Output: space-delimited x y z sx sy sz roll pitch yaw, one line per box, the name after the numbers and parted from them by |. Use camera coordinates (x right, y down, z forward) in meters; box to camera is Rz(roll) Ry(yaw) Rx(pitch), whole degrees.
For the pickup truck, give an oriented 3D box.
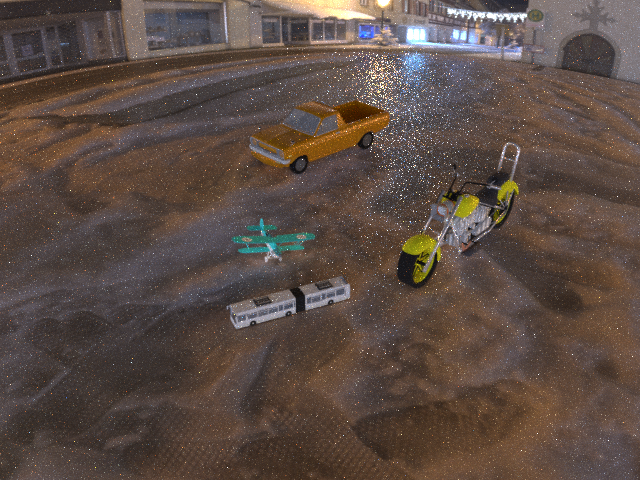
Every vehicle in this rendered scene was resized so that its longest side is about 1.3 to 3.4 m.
0.041 -2.317 14.539 3.117 0.993 1.244 -25 38 -36 | pickup truck

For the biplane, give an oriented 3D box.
-0.764 0.013 11.014 1.336 0.504 1.090 -11 32 -19 | biplane

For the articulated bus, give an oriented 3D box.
-0.411 0.861 9.770 1.749 0.289 0.311 -13 33 -21 | articulated bus

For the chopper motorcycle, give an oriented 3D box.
2.205 -0.426 10.799 0.906 1.480 3.040 24 38 35 | chopper motorcycle
